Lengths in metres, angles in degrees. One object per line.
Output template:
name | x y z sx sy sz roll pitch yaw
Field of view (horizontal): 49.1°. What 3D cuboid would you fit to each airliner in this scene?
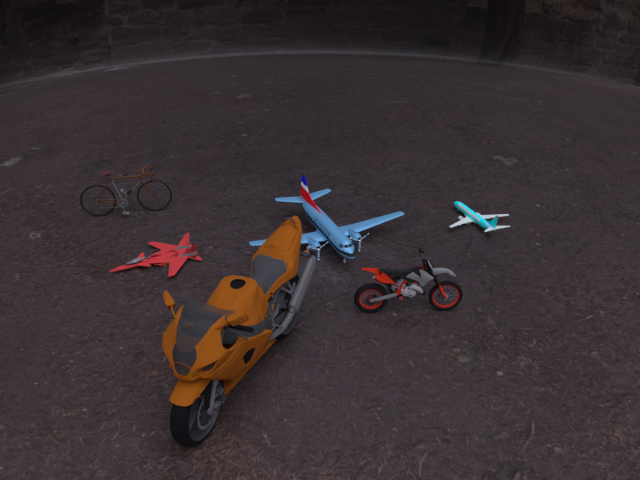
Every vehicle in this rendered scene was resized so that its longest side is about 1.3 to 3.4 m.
airliner | 2.631 -0.474 11.849 1.161 0.429 1.307 -11 31 -19

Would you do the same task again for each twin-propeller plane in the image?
twin-propeller plane | 0.078 -0.332 11.224 2.663 0.792 2.129 -12 31 -20

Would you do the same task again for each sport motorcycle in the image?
sport motorcycle | -0.884 0.968 8.083 0.983 1.596 2.955 12 31 20

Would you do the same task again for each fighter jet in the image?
fighter jet | -2.553 0.247 10.709 1.358 0.286 1.147 -14 32 -24

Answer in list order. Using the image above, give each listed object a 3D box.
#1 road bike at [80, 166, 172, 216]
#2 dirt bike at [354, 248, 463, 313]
road bike | -3.350 -0.836 12.063 1.545 0.852 0.358 -6 30 -11
dirt bike | 1.209 0.605 9.487 1.493 0.857 0.527 -1 29 -2
